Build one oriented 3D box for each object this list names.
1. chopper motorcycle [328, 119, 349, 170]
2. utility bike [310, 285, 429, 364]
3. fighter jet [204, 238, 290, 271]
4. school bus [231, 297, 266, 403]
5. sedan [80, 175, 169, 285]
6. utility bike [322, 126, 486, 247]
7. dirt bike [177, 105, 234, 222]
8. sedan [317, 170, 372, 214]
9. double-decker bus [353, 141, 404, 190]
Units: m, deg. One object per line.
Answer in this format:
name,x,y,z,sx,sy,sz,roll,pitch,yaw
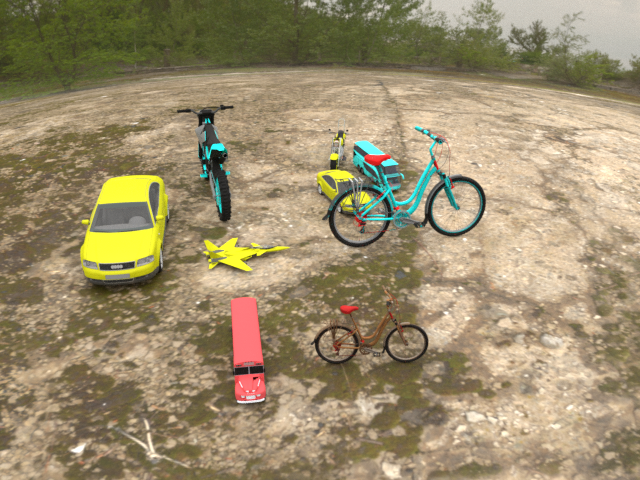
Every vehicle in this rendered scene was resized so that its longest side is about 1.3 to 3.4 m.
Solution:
chopper motorcycle,0.371,-1.978,14.700,0.466,0.761,1.563,4,27,7
utility bike,0.598,1.050,8.436,1.435,0.946,0.535,-1,27,-1
fighter jet,-1.126,0.136,11.001,1.358,0.286,1.147,-8,28,-15
school bus,-0.884,1.311,8.486,0.365,0.434,1.708,-4,27,-7
sedan,-3.088,-0.333,11.209,1.235,0.940,3.137,-4,27,-7
utility bike,1.366,-0.856,11.250,2.791,1.839,1.039,-6,27,-12
dirt bike,-1.990,-1.539,12.810,1.024,1.666,2.903,-8,28,-15
sedan,0.437,-0.947,12.948,0.635,0.483,1.613,-10,28,-19
double-decker bus,1.126,-1.473,13.936,0.389,0.541,1.672,-9,28,-18
